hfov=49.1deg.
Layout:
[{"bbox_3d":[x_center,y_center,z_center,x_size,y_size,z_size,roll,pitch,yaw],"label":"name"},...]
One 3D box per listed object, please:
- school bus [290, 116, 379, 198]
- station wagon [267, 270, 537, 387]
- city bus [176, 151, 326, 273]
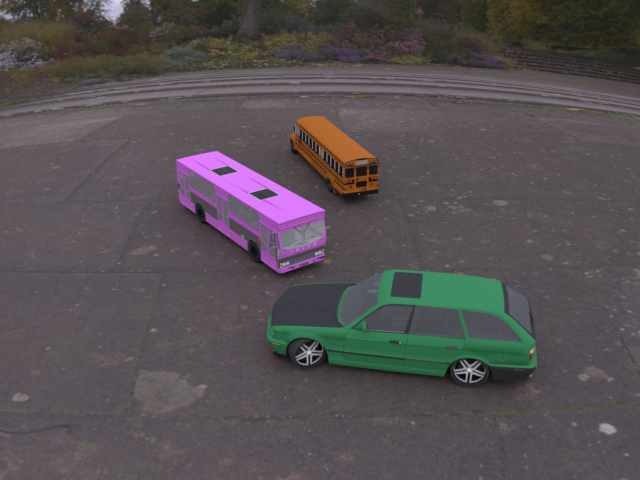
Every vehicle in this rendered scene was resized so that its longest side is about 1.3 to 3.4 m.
[{"bbox_3d":[0.175,-1.695,13.577,0.709,0.844,3.322,-9,27,-17],"label":"school bus"},{"bbox_3d":[0.924,0.903,8.181,3.105,0.920,1.327,4,26,9],"label":"station wagon"},{"bbox_3d":[-1.183,-0.495,11.067,0.926,0.894,3.255,-18,31,-32],"label":"city bus"}]
